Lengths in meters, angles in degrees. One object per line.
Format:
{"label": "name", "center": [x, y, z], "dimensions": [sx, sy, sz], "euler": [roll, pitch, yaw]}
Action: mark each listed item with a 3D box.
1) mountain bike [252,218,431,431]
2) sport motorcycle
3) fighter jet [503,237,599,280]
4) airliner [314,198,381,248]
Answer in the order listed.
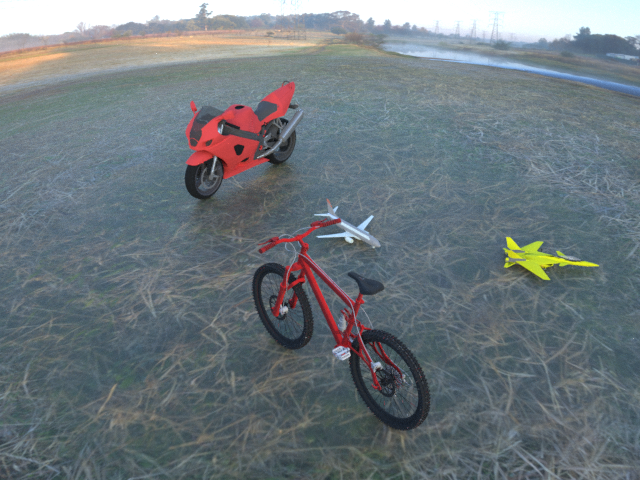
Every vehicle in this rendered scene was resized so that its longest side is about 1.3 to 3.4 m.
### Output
{"label": "mountain bike", "center": [0.122, 0.844, 7.603], "dimensions": [1.114, 1.688, 2.857], "euler": [-22, 35, -35]}
{"label": "sport motorcycle", "center": [-1.384, -1.854, 12.710], "dimensions": [0.983, 1.596, 2.955], "euler": [19, 34, 31]}
{"label": "fighter jet", "center": [3.379, 0.236, 10.210], "dimensions": [1.358, 0.286, 1.147], "euler": [5, 29, 10]}
{"label": "airliner", "center": [0.502, -0.250, 10.961], "dimensions": [1.161, 0.429, 1.307], "euler": [-21, 35, -34]}
